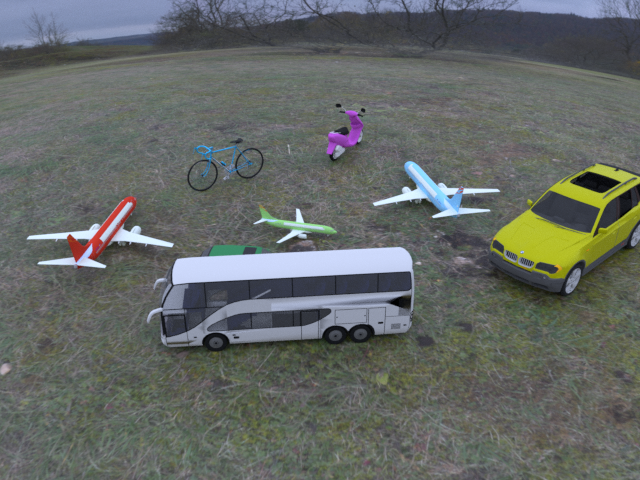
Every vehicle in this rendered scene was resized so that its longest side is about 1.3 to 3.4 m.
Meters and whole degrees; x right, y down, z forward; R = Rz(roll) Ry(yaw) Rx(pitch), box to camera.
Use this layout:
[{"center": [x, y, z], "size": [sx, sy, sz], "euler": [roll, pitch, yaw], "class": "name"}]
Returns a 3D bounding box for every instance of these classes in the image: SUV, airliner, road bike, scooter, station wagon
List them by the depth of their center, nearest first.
[{"center": [-0.954, 0.376, 9.913], "size": [1.597, 0.473, 0.682], "euler": [3, 30, 5], "class": "station wagon"}, {"center": [3.790, -0.273, 10.385], "size": [3.058, 1.128, 1.276], "euler": [-25, 38, -36], "class": "SUV"}, {"center": [-3.283, -0.281, 10.692], "size": [2.257, 0.835, 2.541], "euler": [3, 30, 5], "class": "airliner"}, {"center": [-0.366, -0.303, 11.137], "size": [1.307, 0.429, 1.161], "euler": [7, 31, 12], "class": "airliner"}, {"center": [1.918, -1.021, 11.979], "size": [2.257, 0.835, 2.541], "euler": [-7, 31, -12], "class": "airliner"}, {"center": [-1.690, -1.389, 12.601], "size": [1.545, 0.852, 0.358], "euler": [-19, 35, -29], "class": "road bike"}, {"center": [0.524, -2.170, 13.891], "size": [0.662, 0.919, 1.399], "euler": [16, 34, 26], "class": "scooter"}]

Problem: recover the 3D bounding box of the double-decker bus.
[{"center": [-0.464, 0.724, 8.729], "size": [3.251, 1.052, 0.756], "euler": [-3, 30, -5], "class": "double-decker bus"}]
